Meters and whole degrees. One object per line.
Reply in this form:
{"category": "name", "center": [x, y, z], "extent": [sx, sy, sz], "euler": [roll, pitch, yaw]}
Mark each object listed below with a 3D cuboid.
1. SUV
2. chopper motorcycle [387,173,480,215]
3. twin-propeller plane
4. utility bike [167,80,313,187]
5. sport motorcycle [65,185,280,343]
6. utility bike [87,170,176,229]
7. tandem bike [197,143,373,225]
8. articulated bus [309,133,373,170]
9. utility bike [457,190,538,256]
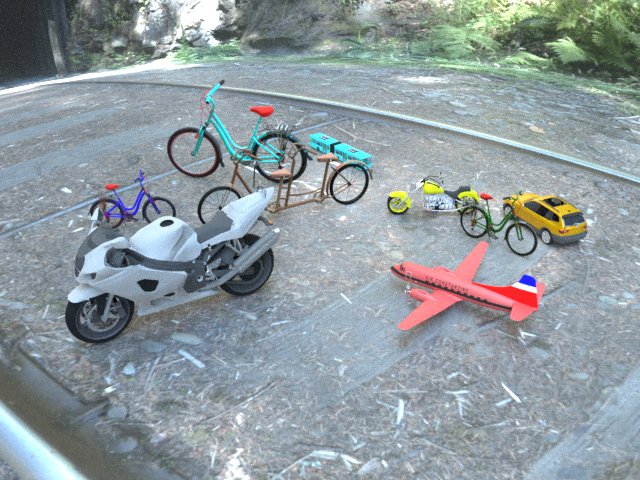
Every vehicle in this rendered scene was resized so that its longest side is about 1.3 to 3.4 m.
{"category": "SUV", "center": [3.679, -0.448, 11.480], "extent": [0.656, 0.580, 1.572], "euler": [-12, 31, -21]}
{"category": "chopper motorcycle", "center": [1.935, -0.781, 11.903], "extent": [1.563, 0.761, 0.466], "euler": [2, 29, 3]}
{"category": "twin-propeller plane", "center": [1.889, 0.558, 9.406], "extent": [2.129, 0.792, 2.663], "euler": [18, 33, 29]}
{"category": "utility bike", "center": [-1.525, -1.869, 12.776], "extent": [2.791, 1.839, 1.039], "euler": [4, 29, 8]}
{"category": "sport motorcycle", "center": [-1.859, 0.291, 9.055], "extent": [2.955, 1.596, 0.983], "euler": [-18, 33, -29]}
{"category": "utility bike", "center": [-3.096, -0.641, 11.452], "extent": [1.435, 0.946, 0.535], "euler": [-2, 29, -4]}
{"category": "tandem bike", "center": [-0.516, -0.991, 11.698], "extent": [3.192, 1.326, 0.550], "euler": [-12, 31, -22]}
{"category": "articulated bus", "center": [0.403, -1.822, 14.314], "extent": [0.311, 0.289, 1.749], "euler": [-20, 35, -33]}
{"category": "utility bike", "center": [2.801, -0.358, 10.931], "extent": [1.435, 0.946, 0.535], "euler": [25, 37, 38]}
